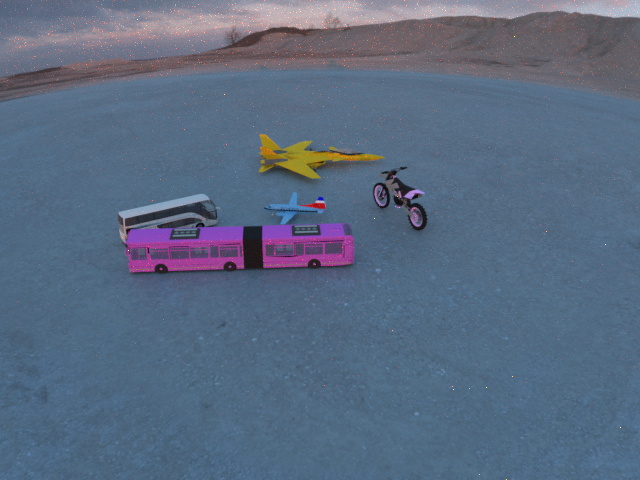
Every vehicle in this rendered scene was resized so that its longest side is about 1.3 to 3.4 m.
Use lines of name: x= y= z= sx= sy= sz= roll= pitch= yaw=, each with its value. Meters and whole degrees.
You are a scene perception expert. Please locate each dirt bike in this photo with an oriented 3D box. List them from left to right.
dirt bike: x=1.351 y=-0.761 z=11.979 sx=0.527 sy=0.857 sz=1.493 roll=-15 pitch=30 yaw=-27

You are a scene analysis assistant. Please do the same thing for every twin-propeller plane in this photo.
twin-propeller plane: x=-0.441 y=-0.583 z=12.127 sx=1.095 sy=0.407 sz=1.370 roll=3 pitch=27 yaw=7

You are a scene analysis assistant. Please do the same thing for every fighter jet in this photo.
fighter jet: x=0.047 y=-1.815 z=14.403 sx=2.640 sy=0.557 sz=2.229 roll=-2 pitch=27 yaw=-4

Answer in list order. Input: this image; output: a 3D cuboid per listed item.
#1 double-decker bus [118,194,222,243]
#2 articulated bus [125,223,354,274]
double-decker bus: x=-2.460 y=-0.354 z=11.523 sx=1.672 sy=0.541 sz=0.389 roll=-16 pitch=31 yaw=-28
articulated bus: x=-1.198 y=0.113 z=10.575 sx=3.401 sy=0.561 sz=0.605 roll=-2 pitch=27 yaw=-3
